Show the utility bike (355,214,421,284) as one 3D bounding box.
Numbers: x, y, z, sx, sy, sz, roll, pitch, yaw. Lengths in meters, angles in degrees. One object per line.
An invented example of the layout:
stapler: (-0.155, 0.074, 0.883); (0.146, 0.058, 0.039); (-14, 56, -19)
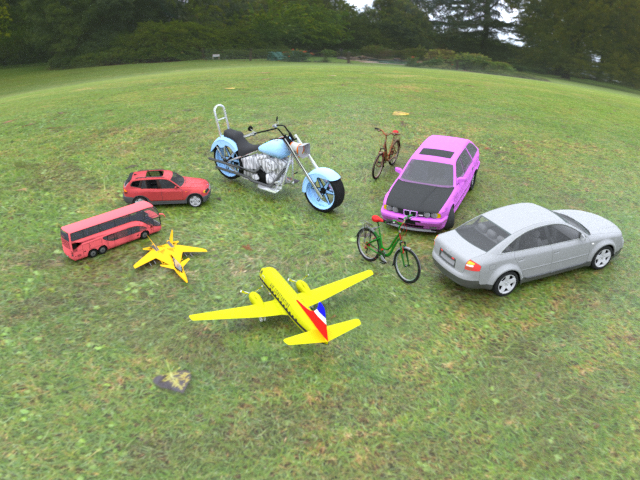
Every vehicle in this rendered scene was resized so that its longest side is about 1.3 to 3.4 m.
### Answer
utility bike: (1.035, 0.015, 10.437); (0.535, 0.946, 1.435); (-20, 33, -33)

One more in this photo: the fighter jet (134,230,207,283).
fighter jet: (-2.246, 0.265, 10.671); (1.147, 0.286, 1.358); (-14, 30, -24)

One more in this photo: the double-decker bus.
double-decker bus: (-3.304, -0.177, 11.245); (1.672, 0.541, 0.389); (-24, 36, -38)

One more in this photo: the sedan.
sedan: (3.190, -0.024, 10.519); (3.137, 0.940, 1.235); (-12, 30, -22)

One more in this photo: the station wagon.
station wagon: (2.059, -1.129, 12.665); (1.327, 0.920, 3.105); (11, 29, 20)

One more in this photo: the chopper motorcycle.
chopper motorcycle: (-0.846, -1.518, 12.807); (3.040, 1.480, 0.906); (19, 33, 32)

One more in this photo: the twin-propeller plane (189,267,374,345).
twin-propeller plane: (-0.371, 0.744, 9.203); (2.663, 0.792, 2.129); (-13, 30, -23)

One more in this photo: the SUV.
SUV: (-2.779, -0.956, 12.701); (1.572, 0.580, 0.656); (-3, 28, -6)

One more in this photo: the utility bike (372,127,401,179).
utility bike: (1.390, -1.796, 13.920); (0.535, 0.946, 1.435); (13, 30, 24)
